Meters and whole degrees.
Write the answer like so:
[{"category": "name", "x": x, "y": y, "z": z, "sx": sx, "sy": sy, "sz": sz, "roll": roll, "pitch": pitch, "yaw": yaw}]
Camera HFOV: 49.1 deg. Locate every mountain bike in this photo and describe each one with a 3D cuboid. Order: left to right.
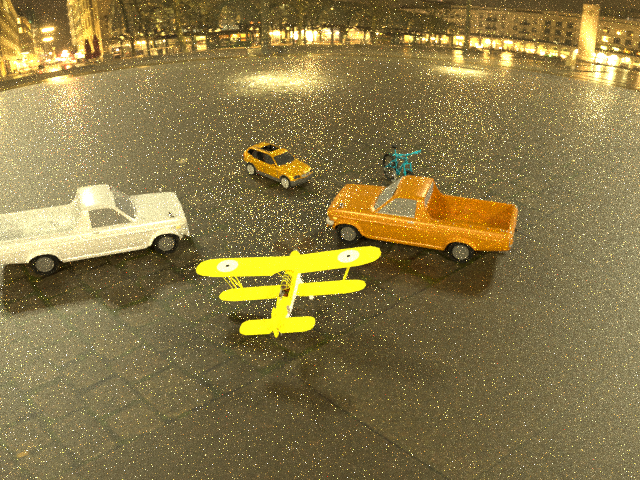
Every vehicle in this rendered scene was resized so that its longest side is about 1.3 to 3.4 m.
[{"category": "mountain bike", "x": 1.524, "y": -1.368, "z": 13.381, "sx": 0.573, "sy": 0.868, "sz": 1.469, "roll": -10, "pitch": 31, "yaw": -17}]

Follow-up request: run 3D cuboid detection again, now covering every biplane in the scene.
[{"category": "biplane", "x": -0.496, "y": 0.690, "z": 9.624, "sx": 2.598, "sy": 0.981, "sz": 2.120, "roll": 3, "pitch": 30, "yaw": 5}]

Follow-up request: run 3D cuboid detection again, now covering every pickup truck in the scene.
[{"category": "pickup truck", "x": -3.728, "y": -0.275, "z": 11.320, "sx": 3.117, "sy": 0.993, "sz": 1.244, "roll": -10, "pitch": 31, "yaw": -17}, {"category": "pickup truck", "x": 1.687, "y": -0.454, "z": 11.636, "sx": 3.117, "sy": 0.993, "sz": 1.244, "roll": 9, "pitch": 31, "yaw": 16}]

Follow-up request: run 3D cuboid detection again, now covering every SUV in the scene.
[{"category": "SUV", "x": -0.853, "y": -1.528, "z": 13.956, "sx": 1.572, "sy": 0.580, "sz": 0.656, "roll": 24, "pitch": 37, "yaw": 35}]
